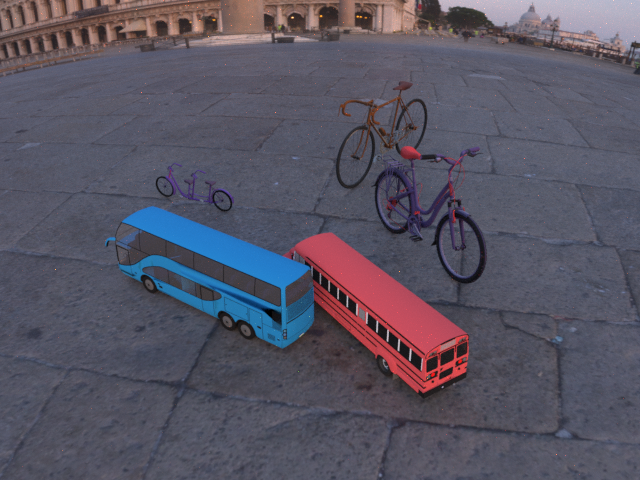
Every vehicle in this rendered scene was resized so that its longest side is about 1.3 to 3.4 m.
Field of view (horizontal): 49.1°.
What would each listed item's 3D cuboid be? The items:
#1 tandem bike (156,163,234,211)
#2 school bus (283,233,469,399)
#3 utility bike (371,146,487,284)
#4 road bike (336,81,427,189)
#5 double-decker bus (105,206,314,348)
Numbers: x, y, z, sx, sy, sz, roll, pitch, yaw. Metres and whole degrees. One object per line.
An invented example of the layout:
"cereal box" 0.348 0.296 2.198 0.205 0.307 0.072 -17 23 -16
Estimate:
"tandem bike" -2.193 -0.922 12.098 1.642 0.682 0.283 14 33 23
"school bus" 0.526 0.771 9.077 0.709 0.844 3.322 -18 35 -28
"utility bike" 1.662 -0.639 10.483 1.039 1.839 2.791 -16 34 -25
"road bike" 1.225 -2.059 13.063 0.697 1.656 3.004 22 37 33
"double-decker bus" -1.538 0.414 9.476 3.251 1.052 0.756 20 36 30
